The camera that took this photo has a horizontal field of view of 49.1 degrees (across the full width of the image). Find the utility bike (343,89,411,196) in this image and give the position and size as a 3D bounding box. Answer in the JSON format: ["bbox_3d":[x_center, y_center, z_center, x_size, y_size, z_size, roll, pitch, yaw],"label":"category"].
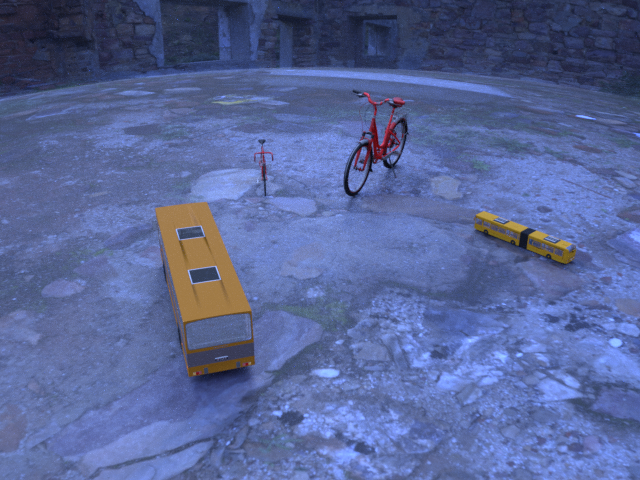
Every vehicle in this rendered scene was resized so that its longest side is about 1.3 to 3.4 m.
[{"bbox_3d":[1.228,-1.978,13.334,1.039,1.839,2.791,15,31,26],"label":"utility bike"}]

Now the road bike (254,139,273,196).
[{"bbox_3d":[-1.084,-1.446,13.379,0.358,0.852,1.545,-3,27,-6],"label":"road bike"}]

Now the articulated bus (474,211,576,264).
[{"bbox_3d":[3.266,-0.059,11.298,0.311,0.289,1.749,-23,35,-37],"label":"articulated bus"}]

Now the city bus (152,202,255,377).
[{"bbox_3d":[-1.624,0.556,9.437,0.926,0.894,3.255,-8,28,-15],"label":"city bus"}]
